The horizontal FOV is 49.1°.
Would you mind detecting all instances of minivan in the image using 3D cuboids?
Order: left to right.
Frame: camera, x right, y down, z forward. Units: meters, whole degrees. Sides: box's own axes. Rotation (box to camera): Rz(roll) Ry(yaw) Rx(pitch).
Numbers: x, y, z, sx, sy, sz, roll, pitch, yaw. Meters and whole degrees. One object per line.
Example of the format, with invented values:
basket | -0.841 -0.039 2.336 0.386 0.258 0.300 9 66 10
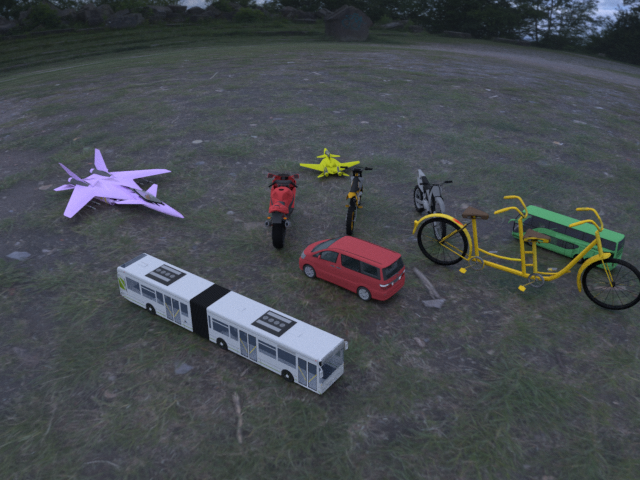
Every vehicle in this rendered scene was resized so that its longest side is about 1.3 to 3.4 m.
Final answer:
minivan | 0.419 0.315 9.786 1.548 0.616 0.681 21 36 32

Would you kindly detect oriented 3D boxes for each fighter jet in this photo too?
fighter jet | -3.282 -0.893 11.943 2.640 0.557 2.229 20 35 30
fighter jet | 0.175 -1.577 13.404 1.147 0.286 1.358 -3 30 -5

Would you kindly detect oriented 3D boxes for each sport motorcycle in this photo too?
sport motorcycle | -0.603 -0.504 11.003 0.506 0.821 1.520 1 30 2

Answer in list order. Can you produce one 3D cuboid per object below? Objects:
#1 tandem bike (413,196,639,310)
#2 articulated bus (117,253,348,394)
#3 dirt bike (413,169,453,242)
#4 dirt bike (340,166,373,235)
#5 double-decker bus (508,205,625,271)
tandem bike | 2.767 0.057 9.522 3.192 1.326 0.550 15 33 25
articulated bus | -1.198 0.962 8.716 3.401 0.561 0.605 20 35 30
dirt bike | 1.764 -0.611 11.153 0.527 0.857 1.493 -5 30 -9
dirt bike | 0.559 -0.726 11.353 0.527 0.857 1.493 5 30 8
double-decker bus | 3.674 -0.060 10.512 1.672 0.541 0.389 23 37 35
